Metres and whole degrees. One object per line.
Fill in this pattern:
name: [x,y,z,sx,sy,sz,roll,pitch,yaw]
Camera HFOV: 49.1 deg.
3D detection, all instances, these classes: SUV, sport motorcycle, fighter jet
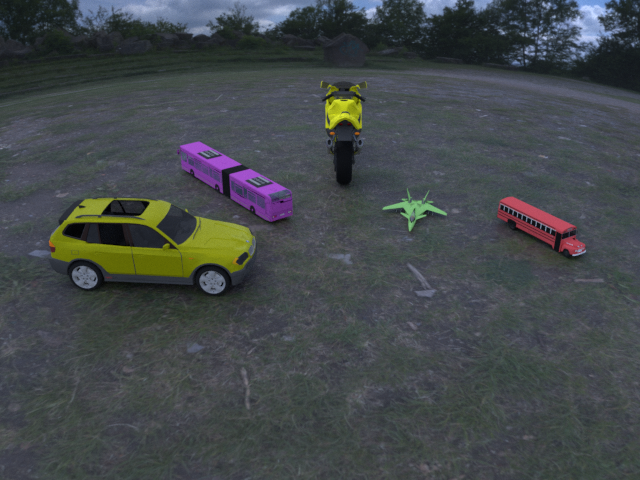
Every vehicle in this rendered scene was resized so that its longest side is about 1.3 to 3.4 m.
SUV: [-2.484,0.016,10.480,3.058,1.128,1.276,2,27,4]
sport motorcycle: [0.490,-2.297,14.491,0.983,1.596,2.955,0,27,1]
fighter jet: [1.678,-0.530,12.473,1.147,0.286,1.358,6,28,11]

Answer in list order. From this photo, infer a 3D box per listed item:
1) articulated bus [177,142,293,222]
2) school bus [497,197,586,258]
articulated bus: [-1.695,-1.178,13.438,0.605,0.561,3.401,-19,33,-33]
school bus: [3.705,-0.228,11.721,0.365,0.434,1.708,-15,31,-27]
